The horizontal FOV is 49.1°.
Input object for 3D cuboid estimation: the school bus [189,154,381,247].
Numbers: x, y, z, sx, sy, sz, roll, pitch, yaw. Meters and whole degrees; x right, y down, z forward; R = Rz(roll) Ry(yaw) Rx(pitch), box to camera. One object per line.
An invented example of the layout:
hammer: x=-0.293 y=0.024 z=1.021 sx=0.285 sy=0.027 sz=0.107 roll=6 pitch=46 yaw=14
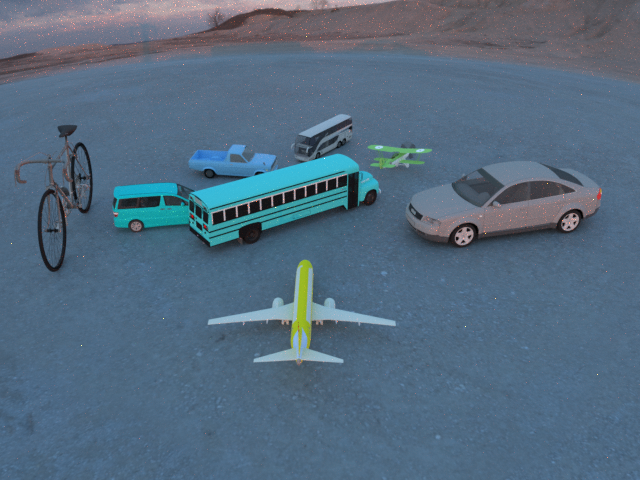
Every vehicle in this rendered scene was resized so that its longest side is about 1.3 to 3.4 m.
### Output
school bus: x=-0.450 y=-0.699 z=11.163 sx=3.322 sy=0.844 sz=0.709 roll=-19 pitch=34 yaw=-31

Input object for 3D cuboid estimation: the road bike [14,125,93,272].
road bike: x=-3.803 y=-0.788 z=10.475 sx=0.696 sy=1.656 sz=3.004 roll=-2 pitch=29 yaw=-4

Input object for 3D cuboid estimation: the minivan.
minivan: x=-2.502 y=-0.565 z=11.155 sx=1.548 sy=0.616 sz=0.681 roll=-6 pitch=29 yaw=-10

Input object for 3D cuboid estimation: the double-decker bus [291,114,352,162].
double-decker bus: x=0.074 y=-2.027 z=13.931 sx=0.389 sy=0.541 sz=1.672 roll=18 pitch=33 yaw=30

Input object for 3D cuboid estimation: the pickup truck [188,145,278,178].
pickup truck: x=-1.596 y=-1.463 z=12.923 sx=1.603 sy=0.511 sz=0.640 roll=4 pitch=29 yaw=7

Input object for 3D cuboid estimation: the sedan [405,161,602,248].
sedan: x=2.884 y=-0.668 z=11.005 sx=3.137 sy=0.940 sz=1.235 roll=-8 pitch=29 yaw=-14

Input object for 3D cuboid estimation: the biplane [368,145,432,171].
biplane: x=1.379 y=-1.516 z=13.027 sx=1.336 sy=0.504 sz=1.090 roll=19 pitch=34 yaw=31

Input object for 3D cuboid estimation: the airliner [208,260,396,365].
airliner: x=-0.216 y=0.697 z=8.596 sx=2.257 sy=0.835 sz=2.541 roll=0 pitch=28 yaw=1
